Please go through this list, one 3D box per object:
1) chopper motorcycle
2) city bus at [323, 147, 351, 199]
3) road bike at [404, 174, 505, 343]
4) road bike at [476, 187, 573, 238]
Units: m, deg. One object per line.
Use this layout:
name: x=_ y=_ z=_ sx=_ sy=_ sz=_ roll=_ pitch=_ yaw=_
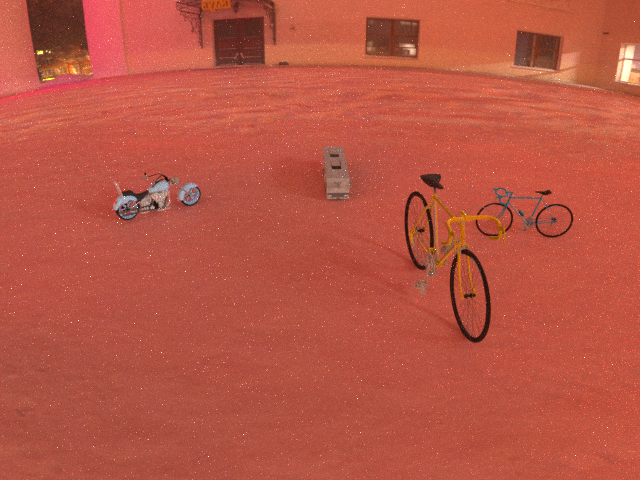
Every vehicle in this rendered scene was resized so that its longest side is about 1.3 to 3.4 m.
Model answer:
chopper motorcycle: x=-2.792 y=-0.816 z=12.012 sx=1.563 sy=0.761 sz=0.466 roll=-18 pitch=32 yaw=-31
city bus: x=0.289 y=-1.265 z=13.214 sx=0.476 sy=0.460 sz=1.674 roll=-1 pitch=27 yaw=-2
road bike: x=1.641 y=0.057 z=9.337 sx=0.696 sy=1.656 sz=3.004 roll=-6 pitch=28 yaw=-11
road bike: x=3.272 y=-0.428 z=11.159 sx=1.545 sy=0.852 sz=0.358 roll=1 pitch=27 yaw=2
